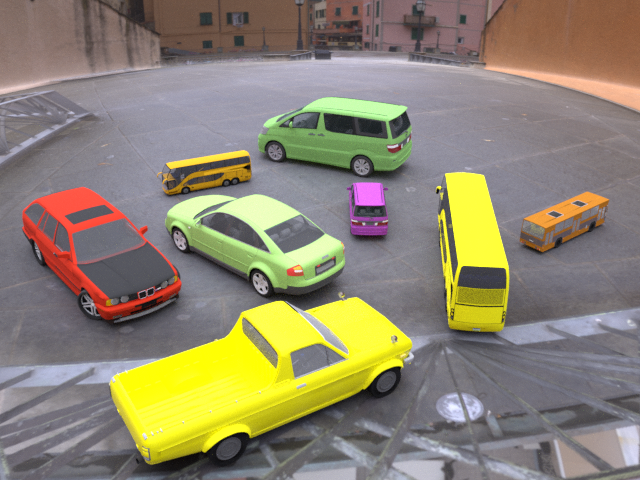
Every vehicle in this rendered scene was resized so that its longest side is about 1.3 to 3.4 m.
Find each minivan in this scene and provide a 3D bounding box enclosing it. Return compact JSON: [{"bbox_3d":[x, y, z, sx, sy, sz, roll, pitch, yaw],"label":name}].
[{"bbox_3d":[0.774,-0.597,11.318,0.681,0.616,1.548,0,28,1],"label":"minivan"},{"bbox_3d":[0.244,-2.099,13.556,3.011,1.197,1.324,12,30,22],"label":"minivan"}]

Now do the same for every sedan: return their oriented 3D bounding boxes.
[{"bbox_3d":[-1.030,-0.130,10.078,3.137,0.940,1.235,24,36,37],"label":"sedan"}]

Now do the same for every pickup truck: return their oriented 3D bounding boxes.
[{"bbox_3d":[-0.532,1.305,7.283,3.117,0.993,1.244,-16,32,-28],"label":"pickup truck"}]

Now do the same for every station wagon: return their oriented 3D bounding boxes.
[{"bbox_3d":[-3.108,0.067,9.723,1.327,0.920,3.105,-21,34,-34],"label":"station wagon"}]

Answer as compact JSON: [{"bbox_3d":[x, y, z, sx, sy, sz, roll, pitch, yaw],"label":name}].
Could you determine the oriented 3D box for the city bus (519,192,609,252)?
[{"bbox_3d":[3.810,-0.278,10.876,1.674,0.460,0.476,-20,34,-33],"label":"city bus"}]

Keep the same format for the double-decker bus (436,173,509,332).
[{"bbox_3d":[2.050,0.018,9.674,0.756,1.052,3.251,3,28,5],"label":"double-decker bus"}]

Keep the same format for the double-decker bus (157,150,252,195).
[{"bbox_3d":[-2.051,-1.205,12.557,1.672,0.541,0.389,-13,30,-23],"label":"double-decker bus"}]
